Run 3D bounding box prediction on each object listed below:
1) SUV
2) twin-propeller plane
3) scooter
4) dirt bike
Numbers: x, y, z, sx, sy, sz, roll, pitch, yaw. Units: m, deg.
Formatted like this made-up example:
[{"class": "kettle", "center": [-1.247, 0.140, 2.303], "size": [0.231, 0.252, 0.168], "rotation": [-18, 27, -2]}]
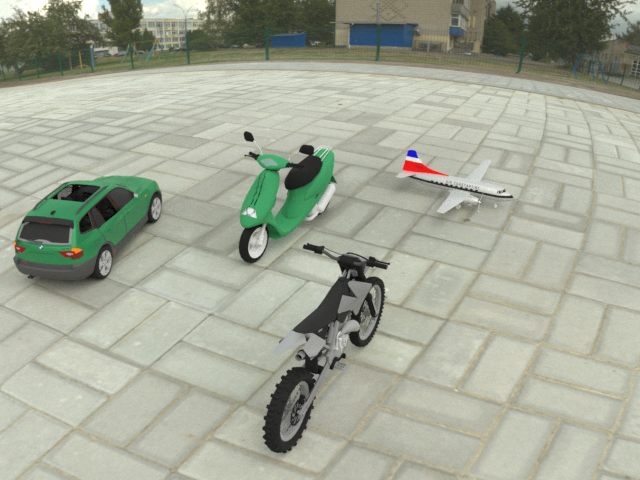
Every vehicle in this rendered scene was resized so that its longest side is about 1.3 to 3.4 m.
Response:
[{"class": "SUV", "center": [-3.584, -0.413, 11.079], "size": [1.276, 1.128, 3.058], "rotation": [6, 29, 10]}, {"class": "twin-propeller plane", "center": [2.477, -1.102, 12.693], "size": [2.129, 0.792, 2.663], "rotation": [15, 32, 25]}, {"class": "scooter", "center": [-0.483, -0.885, 11.256], "size": [1.288, 1.786, 2.721], "rotation": [16, 33, 27]}, {"class": "dirt bike", "center": [0.134, 1.008, 7.909], "size": [1.024, 1.666, 2.903], "rotation": [14, 31, 24]}]
